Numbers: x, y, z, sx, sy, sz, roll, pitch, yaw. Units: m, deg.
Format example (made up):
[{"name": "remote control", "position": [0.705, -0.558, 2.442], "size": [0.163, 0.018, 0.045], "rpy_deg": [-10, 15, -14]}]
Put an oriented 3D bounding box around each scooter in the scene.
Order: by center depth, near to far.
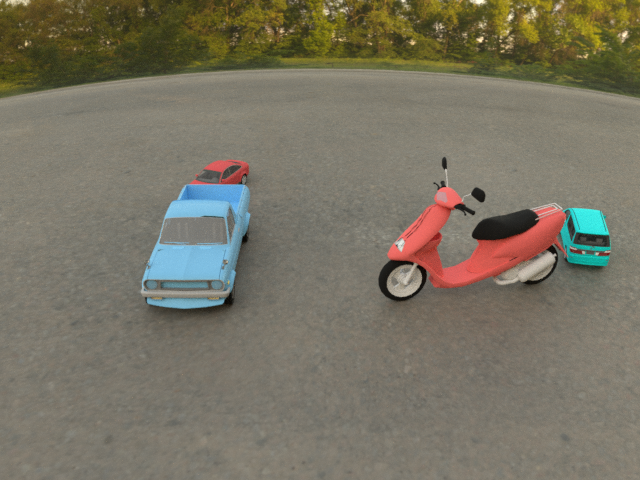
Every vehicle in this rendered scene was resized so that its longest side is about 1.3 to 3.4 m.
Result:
[{"name": "scooter", "position": [2.104, -0.089, 9.326], "size": [2.721, 1.786, 1.288], "rpy_deg": [-6, 28, -12]}]

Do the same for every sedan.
[{"name": "sedan", "position": [-1.881, -1.123, 12.794], "size": [0.635, 0.483, 1.613], "rpy_deg": [12, 29, 22]}]

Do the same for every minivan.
[{"name": "minivan", "position": [4.049, -0.148, 10.733], "size": [0.681, 0.616, 1.548], "rpy_deg": [6, 28, 11]}]

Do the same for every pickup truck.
[{"name": "pickup truck", "position": [-1.724, -0.106, 10.233], "size": [1.244, 0.993, 3.117], "rpy_deg": [0, 27, 0]}]
